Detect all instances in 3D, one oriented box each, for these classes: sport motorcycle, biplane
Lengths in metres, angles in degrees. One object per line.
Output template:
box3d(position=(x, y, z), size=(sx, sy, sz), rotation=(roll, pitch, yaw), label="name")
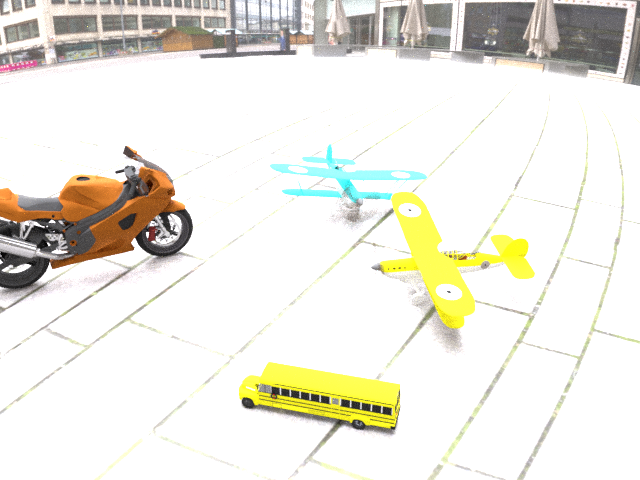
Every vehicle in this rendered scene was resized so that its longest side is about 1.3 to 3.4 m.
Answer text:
box3d(position=(-3.201, -0.277, 9.539), size=(2.955, 1.596, 0.983), rotation=(-13, 30, -23), label="sport motorcycle")
box3d(position=(1.700, 0.315, 9.073), size=(2.120, 0.981, 2.598), rotation=(-4, 28, -8), label="biplane")
box3d(position=(0.408, -0.990, 11.561), size=(2.598, 0.981, 2.120), rotation=(-7, 28, -13), label="biplane")

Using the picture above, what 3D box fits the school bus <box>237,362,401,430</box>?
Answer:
box3d(position=(-0.032, 1.591, 7.230), size=(1.708, 0.434, 0.365), rotation=(7, 29, 13), label="school bus")
